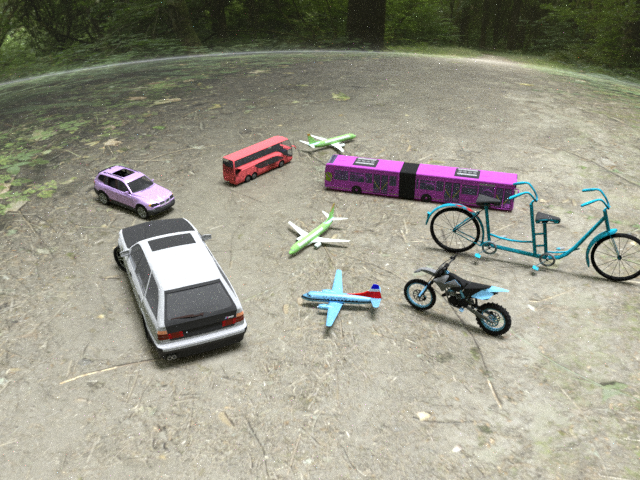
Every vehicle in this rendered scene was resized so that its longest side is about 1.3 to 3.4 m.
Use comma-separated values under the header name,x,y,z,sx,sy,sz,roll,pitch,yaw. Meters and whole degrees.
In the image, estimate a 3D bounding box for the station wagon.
name,x,y,z,sx,sy,sz,roll,pitch,yaw
station wagon,-1.992,0.383,9.552,1.327,0.920,3.105,-12,31,-20

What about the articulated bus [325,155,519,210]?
name,x,y,z,sx,sy,sz,roll,pitch,yaw
articulated bus,1.779,-1.036,12.462,3.401,0.561,0.605,8,30,14

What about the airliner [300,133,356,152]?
name,x,y,z,sx,sy,sz,roll,pitch,yaw
airliner,0.243,-2.142,14.576,1.307,0.429,1.161,-20,35,-32

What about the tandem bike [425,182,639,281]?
name,x,y,z,sx,sy,sz,roll,pitch,yaw
tandem bike,3.117,-0.197,10.175,3.192,1.326,0.550,11,31,18

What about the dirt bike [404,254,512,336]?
name,x,y,z,sx,sy,sz,roll,pitch,yaw
dirt bike,1.766,0.704,9.042,1.493,0.857,0.527,17,33,28

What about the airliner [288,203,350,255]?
name,x,y,z,sx,sy,sz,roll,pitch,yaw
airliner,-0.106,-0.162,11.031,1.161,0.429,1.307,18,34,29

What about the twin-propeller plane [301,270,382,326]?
name,x,y,z,sx,sy,sz,roll,pitch,yaw
twin-propeller plane,0.286,0.739,9.441,1.095,0.407,1.370,3,29,6

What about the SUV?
name,x,y,z,sx,sy,sz,roll,pitch,yaw
SUV,-3.241,-0.871,12.145,1.572,0.580,0.656,18,34,29

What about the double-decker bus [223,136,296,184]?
name,x,y,z,sx,sy,sz,roll,pitch,yaw
double-decker bus,-1.157,-1.552,13.405,0.389,0.541,1.672,22,36,34
